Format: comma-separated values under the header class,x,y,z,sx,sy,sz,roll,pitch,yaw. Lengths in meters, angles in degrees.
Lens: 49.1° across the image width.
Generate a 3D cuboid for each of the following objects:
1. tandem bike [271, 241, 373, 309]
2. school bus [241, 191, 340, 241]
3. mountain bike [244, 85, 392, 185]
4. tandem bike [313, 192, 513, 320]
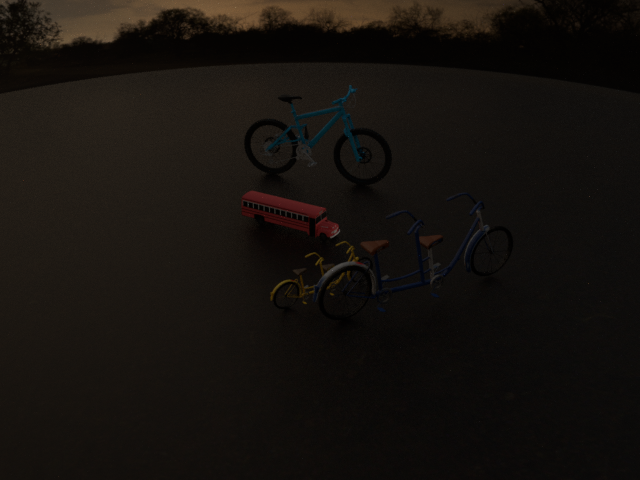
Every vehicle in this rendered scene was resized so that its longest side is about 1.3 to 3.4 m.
class,x,y,z,sx,sy,sz,roll,pitch,yaw
tandem bike,0.050,0.451,9.366,1.642,0.682,0.283,-17,32,-29
school bus,-0.478,-0.401,11.281,1.708,0.434,0.365,15,31,26
mountain bike,-0.076,-1.897,12.809,2.857,1.688,1.114,8,28,16
tandem bike,1.326,0.181,9.187,3.192,1.326,0.550,-14,30,-25
